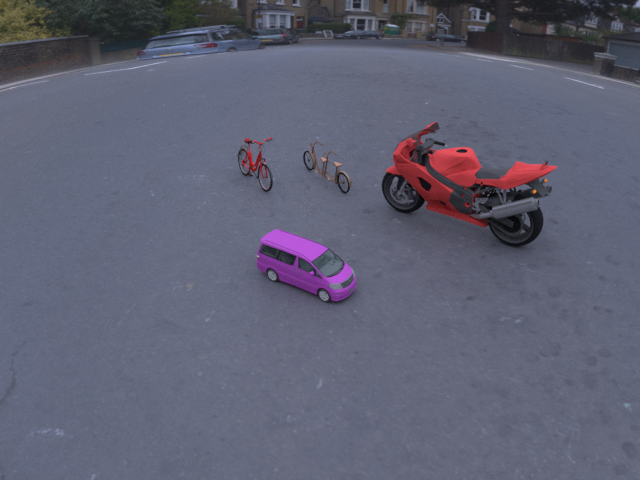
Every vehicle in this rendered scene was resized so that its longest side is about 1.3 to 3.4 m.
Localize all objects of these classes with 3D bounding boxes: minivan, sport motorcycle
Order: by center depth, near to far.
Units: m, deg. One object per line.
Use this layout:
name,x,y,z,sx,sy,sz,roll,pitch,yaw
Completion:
minivan,-0.196,0.364,10.358,1.548,0.616,0.681,19,35,29
sport motorcycle,2.339,-0.908,11.564,2.955,1.596,0.983,19,35,29

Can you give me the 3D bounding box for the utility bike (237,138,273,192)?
utility bike,-1.212,-1.547,13.305,0.535,0.946,1.435,-18,35,-27

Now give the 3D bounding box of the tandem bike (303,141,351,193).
tandem bike,0.116,-1.431,13.368,0.283,0.682,1.642,-18,35,-28
